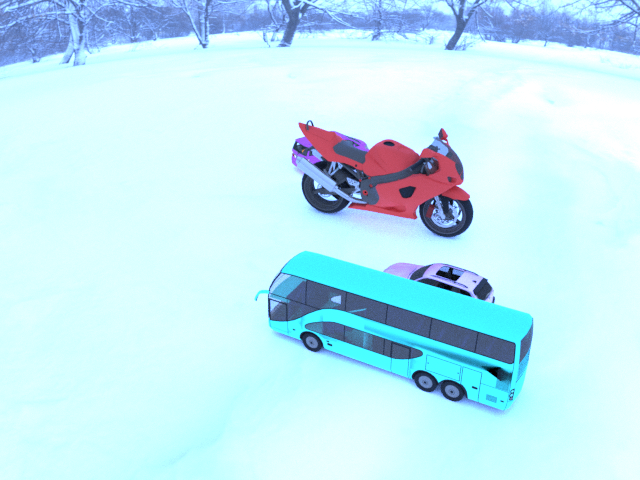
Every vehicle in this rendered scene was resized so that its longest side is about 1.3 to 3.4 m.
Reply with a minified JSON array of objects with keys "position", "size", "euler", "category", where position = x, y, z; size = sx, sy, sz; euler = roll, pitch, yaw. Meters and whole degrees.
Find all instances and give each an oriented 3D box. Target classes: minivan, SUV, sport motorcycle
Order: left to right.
[{"position":[0.226,-1.728,13.372],"size":[1.548,0.616,0.681],"euler":[-18,34,-28],"category":"minivan"},{"position":[1.000,-0.978,11.066],"size":[2.955,1.596,0.983],"euler":[13,32,21],"category":"sport motorcycle"},{"position":[1.527,0.618,9.294],"size":[1.572,0.580,0.656],"euler":[18,34,28],"category":"SUV"}]

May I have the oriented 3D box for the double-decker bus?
[{"position":[0.792,0.973,8.195],"size":[3.251,1.052,0.756],"euler":[15,33,25],"category":"double-decker bus"}]
